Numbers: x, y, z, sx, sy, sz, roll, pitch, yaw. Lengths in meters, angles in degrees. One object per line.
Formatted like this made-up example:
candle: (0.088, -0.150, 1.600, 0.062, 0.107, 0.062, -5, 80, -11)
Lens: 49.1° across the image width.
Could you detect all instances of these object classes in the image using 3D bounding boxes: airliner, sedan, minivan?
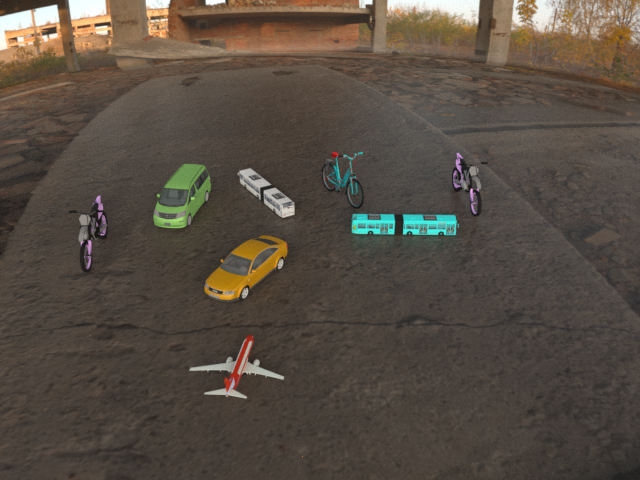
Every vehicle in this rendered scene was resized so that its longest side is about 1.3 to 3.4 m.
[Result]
airliner: (-0.987, 1.458, 8.531, 1.161, 0.429, 1.307, 4, 30, 7)
sedan: (-1.084, 0.365, 10.404, 0.635, 0.483, 1.613, 16, 33, 26)
minivan: (-2.413, -0.777, 12.283, 0.681, 0.616, 1.548, 5, 30, 9)

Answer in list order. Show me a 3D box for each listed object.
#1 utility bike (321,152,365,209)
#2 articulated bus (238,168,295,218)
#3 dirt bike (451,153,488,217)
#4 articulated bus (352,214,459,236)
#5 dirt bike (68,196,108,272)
utility bike: (0.439, -1.198, 12.692, 0.535, 0.946, 1.435, -17, 34, -27)
articulated bus: (-0.993, -0.875, 12.788, 0.311, 0.289, 1.749, -17, 33, -27)
dirt bike: (2.643, -1.054, 12.528, 0.527, 0.857, 1.493, -4, 30, -7)
articulated bus: (1.410, -0.256, 11.697, 1.749, 0.289, 0.311, 1, 30, 1)
dirt bike: (-3.552, -0.160, 10.950, 0.527, 0.857, 1.493, -1, 30, -2)
